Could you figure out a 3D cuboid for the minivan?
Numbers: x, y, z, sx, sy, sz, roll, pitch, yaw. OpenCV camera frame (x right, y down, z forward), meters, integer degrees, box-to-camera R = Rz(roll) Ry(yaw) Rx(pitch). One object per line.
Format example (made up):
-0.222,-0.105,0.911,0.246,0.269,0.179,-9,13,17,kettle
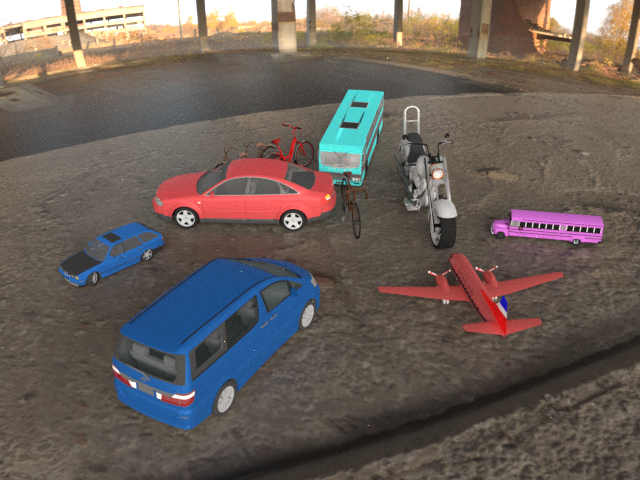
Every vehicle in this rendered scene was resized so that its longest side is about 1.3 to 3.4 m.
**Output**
-1.123,0.951,8.549,1.324,1.197,3.011,16,33,25,minivan

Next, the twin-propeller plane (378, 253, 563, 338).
2.139,0.618,9.535,2.663,0.792,2.129,-4,30,-7,twin-propeller plane

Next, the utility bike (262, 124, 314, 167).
-0.660,-1.720,13.448,0.535,0.946,1.435,25,38,37,utility bike

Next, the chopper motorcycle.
1.806,-1.120,11.869,0.906,1.480,3.040,-3,30,-5,chopper motorcycle

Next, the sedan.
-1.291,-0.849,11.939,3.137,0.940,1.235,1,30,2,sedan

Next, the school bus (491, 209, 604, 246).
3.659,-0.214,11.342,1.708,0.434,0.365,5,30,9,school bus

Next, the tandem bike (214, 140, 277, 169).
-1.434,-1.594,13.494,0.283,0.682,1.642,26,39,37,tandem bike

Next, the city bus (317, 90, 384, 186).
0.688,-2.107,14.174,0.926,0.894,3.255,6,30,10,city bus

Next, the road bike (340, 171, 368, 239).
0.514,-0.654,11.688,0.358,0.852,1.545,-5,30,-8,road bike

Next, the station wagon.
-3.162,0.172,10.630,0.682,0.473,1.597,25,38,36,station wagon
